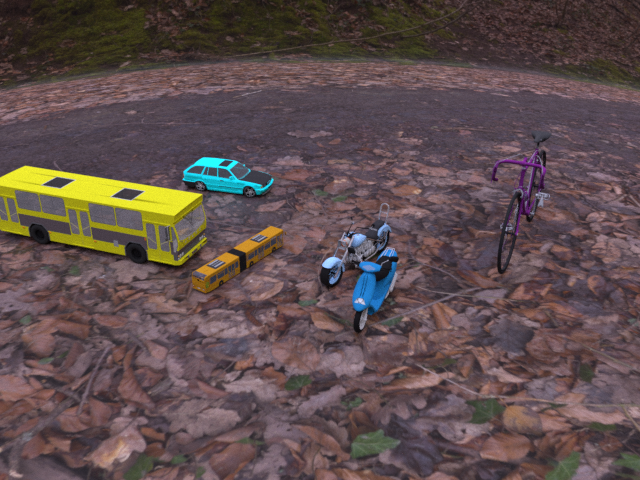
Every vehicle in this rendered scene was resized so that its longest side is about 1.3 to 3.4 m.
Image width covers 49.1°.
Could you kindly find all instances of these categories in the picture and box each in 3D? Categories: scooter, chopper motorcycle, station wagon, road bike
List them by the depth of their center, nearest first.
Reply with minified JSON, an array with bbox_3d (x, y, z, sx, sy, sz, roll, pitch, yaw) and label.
[{"bbox_3d":[0.704,0.483,8.838,0.662,0.919,1.399,11,30,21],"label":"scooter"},{"bbox_3d":[0.522,0.058,9.828,0.466,0.761,1.563,20,33,33],"label":"chopper motorcycle"},{"bbox_3d":[3.036,-0.695,10.308,0.696,1.656,3.004,13,30,23],"label":"road bike"},{"bbox_3d":[-1.628,-1.145,12.461,1.597,0.473,0.682,8,29,16],"label":"station wagon"}]

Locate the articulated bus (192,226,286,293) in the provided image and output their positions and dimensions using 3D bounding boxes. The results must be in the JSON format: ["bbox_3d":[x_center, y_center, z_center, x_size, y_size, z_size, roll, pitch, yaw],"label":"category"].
[{"bbox_3d":[-1.124,0.252,9.967,0.311,0.289,1.749,17,32,30],"label":"articulated bus"}]

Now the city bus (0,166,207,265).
[{"bbox_3d":[-3.331,-0.363,10.497,3.255,0.894,0.926,10,29,18],"label":"city bus"}]
